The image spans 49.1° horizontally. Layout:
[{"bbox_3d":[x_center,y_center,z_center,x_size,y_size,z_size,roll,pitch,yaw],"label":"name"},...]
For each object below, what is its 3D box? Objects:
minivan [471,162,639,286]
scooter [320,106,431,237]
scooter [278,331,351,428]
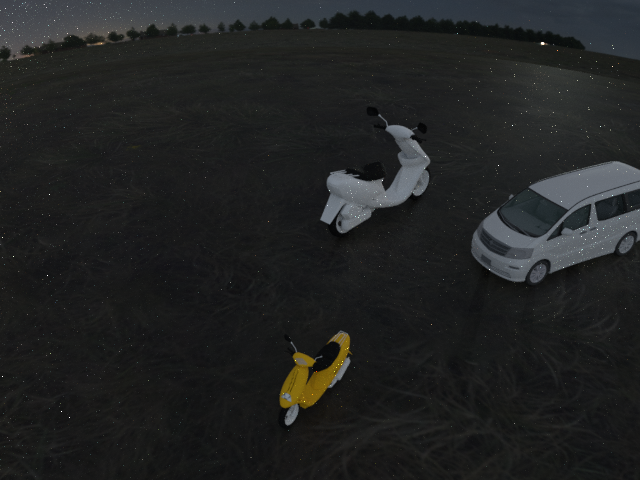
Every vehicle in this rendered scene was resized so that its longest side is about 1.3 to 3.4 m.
[{"bbox_3d":[3.816,-0.318,10.901,3.011,1.197,1.324,-15,33,-23],"label":"minivan"},{"bbox_3d":[1.041,-1.176,11.785,2.721,1.786,1.288,-27,39,-37],"label":"scooter"},{"bbox_3d":[-0.045,1.483,8.099,0.662,0.919,1.399,20,36,30],"label":"scooter"}]
